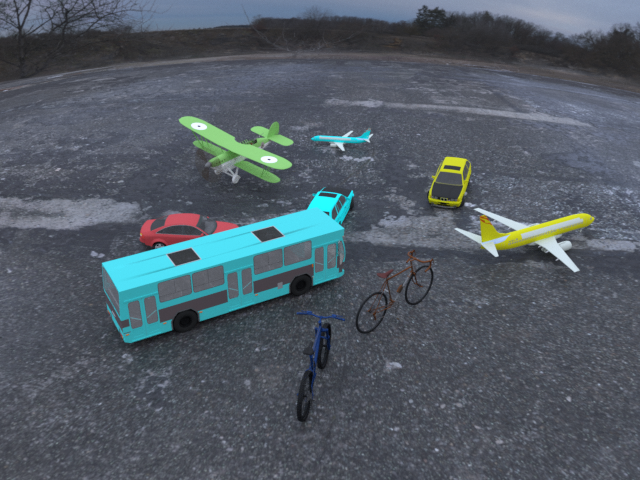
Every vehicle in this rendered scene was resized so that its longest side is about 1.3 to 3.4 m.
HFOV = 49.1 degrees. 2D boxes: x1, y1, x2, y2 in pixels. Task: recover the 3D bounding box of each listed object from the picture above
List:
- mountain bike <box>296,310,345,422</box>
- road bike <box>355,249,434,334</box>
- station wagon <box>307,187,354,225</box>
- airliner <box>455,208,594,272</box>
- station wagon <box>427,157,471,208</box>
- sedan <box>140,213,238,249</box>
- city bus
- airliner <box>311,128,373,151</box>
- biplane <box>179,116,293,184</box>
[{"bbox_3d":[-0.052,1.367,8.020,0.573,0.868,1.469,7,30,12],"label":"mountain bike"},{"bbox_3d":[1.018,0.671,9.271,1.545,0.852,0.358,-25,38,-37],"label":"road bike"},{"bbox_3d":[0.142,-0.569,11.855,0.682,0.473,1.597,8,30,14],"label":"station wagon"},{"bbox_3d":[3.417,-0.267,10.952,2.541,0.835,2.257,-15,33,-24],"label":"airliner"},{"bbox_3d":[2.387,-1.093,12.786,0.682,0.473,1.597,9,31,15],"label":"station wagon"},{"bbox_3d":[-2.034,-0.135,11.075,1.613,0.483,0.635,1,29,1],"label":"sedan"},{"bbox_3d":[-1.235,0.453,9.615,3.255,0.894,0.926,-16,33,-26],"label":"city bus"},{"bbox_3d":[0.449,-2.205,14.803,1.307,0.429,1.161,6,30,10],"label":"airliner"},{"bbox_3d":[-1.419,-1.707,13.359,2.598,0.981,2.120,19,35,30],"label":"biplane"}]
